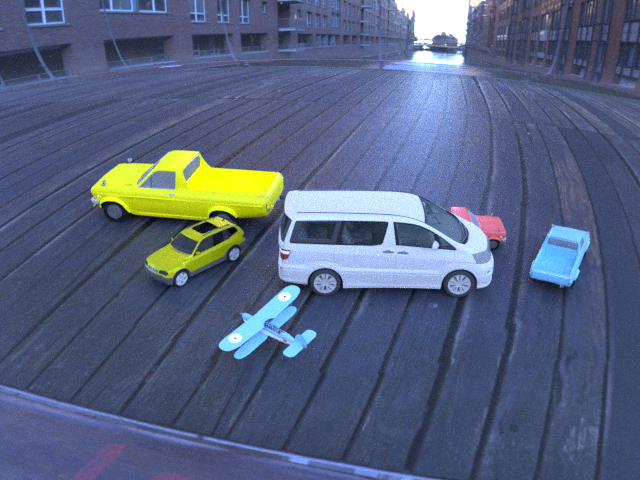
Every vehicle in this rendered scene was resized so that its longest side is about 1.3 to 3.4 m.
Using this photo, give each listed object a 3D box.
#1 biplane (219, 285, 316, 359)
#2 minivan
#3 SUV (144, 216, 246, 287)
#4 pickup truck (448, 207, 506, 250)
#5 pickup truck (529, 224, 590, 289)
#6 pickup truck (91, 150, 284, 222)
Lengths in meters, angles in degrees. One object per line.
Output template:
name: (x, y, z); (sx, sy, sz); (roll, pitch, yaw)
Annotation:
biplane: (-0.588, 1.105, 8.470); (1.090, 0.504, 1.336); (21, 35, 33)
minivan: (0.923, -0.007, 9.810); (3.011, 1.197, 1.324); (0, 28, 1)
SUV: (-1.807, 0.125, 10.216); (0.656, 0.580, 1.572); (24, 36, 37)
pickup truck: (2.081, -0.211, 10.914); (1.603, 0.511, 0.640); (1, 28, 1)
pickup truck: (3.513, 0.180, 10.186); (0.640, 0.511, 1.603); (14, 31, 24)
pickup truck: (-2.200, -0.901, 11.689); (3.117, 0.993, 1.244); (5, 29, 9)
